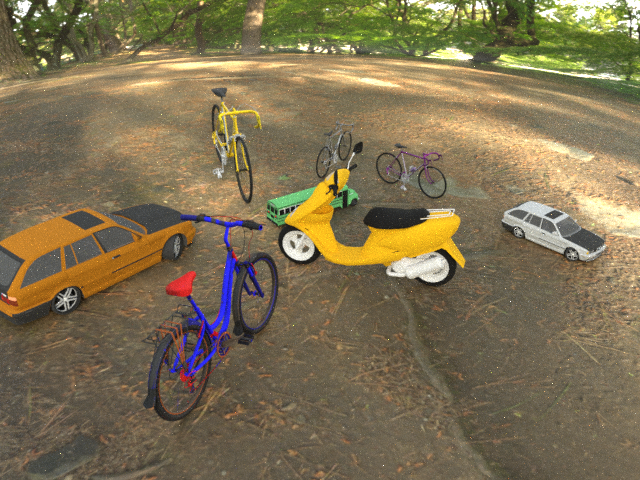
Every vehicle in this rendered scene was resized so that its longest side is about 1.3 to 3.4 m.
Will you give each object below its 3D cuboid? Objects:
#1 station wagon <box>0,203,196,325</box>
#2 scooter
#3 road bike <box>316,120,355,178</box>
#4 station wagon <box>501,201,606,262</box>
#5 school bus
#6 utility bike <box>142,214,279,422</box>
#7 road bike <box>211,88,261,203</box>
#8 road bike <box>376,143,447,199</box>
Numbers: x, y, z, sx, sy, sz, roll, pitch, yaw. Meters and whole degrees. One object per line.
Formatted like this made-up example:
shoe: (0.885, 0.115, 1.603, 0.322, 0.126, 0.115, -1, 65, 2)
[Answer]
station wagon: (-3.220, 0.086, 9.924, 1.327, 0.920, 3.105, 22, 36, 35)
scooter: (0.682, -0.287, 9.703, 2.721, 1.786, 1.288, 9, 30, 16)
road bike: (0.281, -1.761, 13.346, 0.358, 0.852, 1.545, 14, 32, 23)
station wagon: (3.628, -0.177, 10.865, 0.682, 0.473, 1.597, -23, 36, -35)
school bus: (-0.084, -0.639, 11.743, 1.708, 0.434, 0.365, -19, 34, -30)
utility bike: (-1.239, 0.689, 7.878, 1.039, 1.839, 2.791, 12, 31, 21)
road bike: (-1.634, -1.837, 12.651, 0.696, 1.656, 3.004, -10, 30, -17)
road bike: (1.611, -1.270, 12.455, 1.545, 0.852, 0.358, 24, 37, 36)
